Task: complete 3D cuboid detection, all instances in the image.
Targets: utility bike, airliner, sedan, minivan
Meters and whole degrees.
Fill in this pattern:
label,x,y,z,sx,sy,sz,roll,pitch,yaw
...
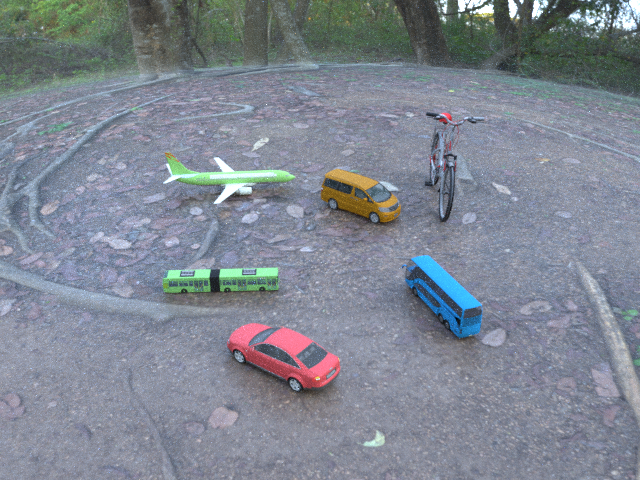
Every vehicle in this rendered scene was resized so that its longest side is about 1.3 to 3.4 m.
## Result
label,x,y,z,sx,sy,sz,roll,pitch,yaw
utility bike,2.394,-1.595,13.049,1.039,1.839,2.791,1,28,2
airliner,-1.755,-1.379,13.705,2.541,0.835,2.257,-4,29,-7
sedan,-0.492,1.408,8.923,1.613,0.483,0.635,19,34,31
minivan,0.757,-0.822,12.906,1.548,0.616,0.681,21,35,33

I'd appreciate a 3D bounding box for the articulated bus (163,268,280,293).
label,x,y,z,sx,sy,sz,roll,pitch,yaw
articulated bus,-1.482,0.611,10.601,1.749,0.289,0.311,-1,28,-2

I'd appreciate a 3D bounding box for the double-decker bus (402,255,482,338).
label,x,y,z,sx,sy,sz,roll,pitch,yaw
double-decker bus,1.733,0.761,10.059,0.389,0.541,1.672,-11,30,-19
